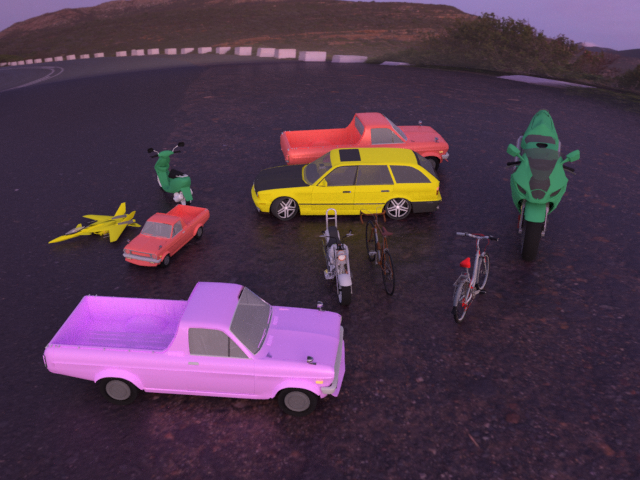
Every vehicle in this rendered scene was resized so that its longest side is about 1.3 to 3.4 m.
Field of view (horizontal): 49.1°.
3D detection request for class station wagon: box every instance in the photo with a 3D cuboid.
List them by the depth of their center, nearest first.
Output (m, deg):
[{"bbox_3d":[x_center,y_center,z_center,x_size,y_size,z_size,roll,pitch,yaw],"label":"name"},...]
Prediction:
[{"bbox_3d":[0.414,-0.988,11.607,3.105,0.920,1.327,-1,27,-1],"label":"station wagon"}]

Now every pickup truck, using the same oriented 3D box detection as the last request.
[{"bbox_3d":[-1.281,1.056,7.528,3.117,0.993,1.244,3,27,5],"label":"pickup truck"},{"bbox_3d":[-2.250,-0.134,10.386,0.640,0.511,1.603,9,28,17],"label":"pickup truck"},{"bbox_3d":[0.823,-1.813,13.142,3.117,0.993,1.244,-4,27,-8],"label":"pickup truck"}]

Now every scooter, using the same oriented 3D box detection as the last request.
[{"bbox_3d":[-2.511,-1.128,11.883,0.662,0.919,1.399,-16,31,-29],"label":"scooter"}]

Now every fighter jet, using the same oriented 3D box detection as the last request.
[{"bbox_3d":[-3.525,-0.220,10.802,1.358,0.286,1.147,-19,33,-33],"label":"fighter jet"}]

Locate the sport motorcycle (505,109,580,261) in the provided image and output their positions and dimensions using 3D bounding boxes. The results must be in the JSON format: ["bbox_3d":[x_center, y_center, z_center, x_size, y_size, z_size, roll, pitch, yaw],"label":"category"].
[{"bbox_3d":[3.312,-0.910,10.712,0.983,1.596,2.955,7,28,14],"label":"sport motorcycle"}]

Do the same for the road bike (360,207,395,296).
[{"bbox_3d":[0.814,0.111,9.532,0.358,0.852,1.545,-5,27,-9],"label":"road bike"}]

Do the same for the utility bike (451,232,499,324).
[{"bbox_3d":[1.887,0.412,8.841,0.535,0.946,1.435,14,30,26],"label":"utility bike"}]

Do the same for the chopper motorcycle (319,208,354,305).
[{"bbox_3d":[0.240,0.208,9.442,0.466,0.761,1.563,-3,27,-6],"label":"chopper motorcycle"}]
